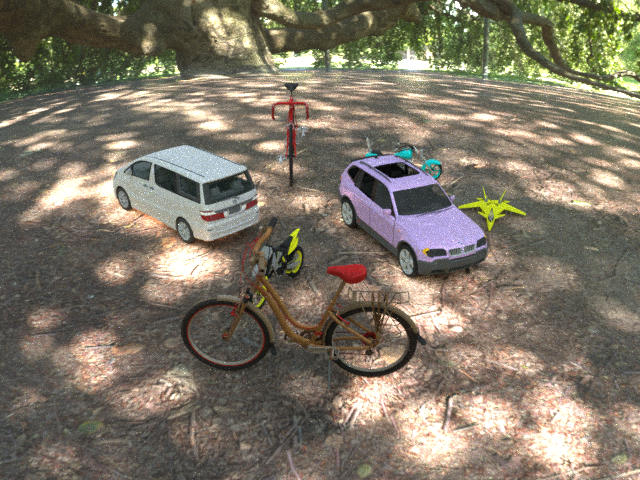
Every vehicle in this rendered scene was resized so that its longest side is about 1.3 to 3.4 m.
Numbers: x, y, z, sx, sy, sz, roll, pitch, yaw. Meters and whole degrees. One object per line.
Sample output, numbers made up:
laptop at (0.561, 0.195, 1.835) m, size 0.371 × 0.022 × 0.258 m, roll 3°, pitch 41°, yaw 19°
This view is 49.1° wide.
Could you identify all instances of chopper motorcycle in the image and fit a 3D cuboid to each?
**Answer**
chopper motorcycle at (1.601, -1.578, 13.639) m, size 1.563 × 0.761 × 0.466 m, roll 5°, pitch 27°, yaw 10°

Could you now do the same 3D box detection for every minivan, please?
minivan at (-2.370, -0.930, 11.847) m, size 3.011 × 1.197 × 1.324 m, roll 24°, pitch 35°, yaw 39°

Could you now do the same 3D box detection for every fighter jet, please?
fighter jet at (2.962, -0.526, 12.057) m, size 1.147 × 0.286 × 1.358 m, roll 7°, pitch 27°, yaw 13°

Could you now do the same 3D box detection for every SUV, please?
SUV at (1.370, -0.486, 11.033) m, size 1.276 × 1.128 × 3.058 m, roll -12°, pitch 29°, yaw -22°

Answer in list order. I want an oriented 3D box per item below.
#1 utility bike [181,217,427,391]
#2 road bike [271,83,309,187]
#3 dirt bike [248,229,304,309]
utility bike at (-0.206, 0.803, 7.647) m, size 2.791 × 1.839 × 1.039 m, roll 2°, pitch 27°, yaw 4°
road bike at (-0.565, -2.223, 13.931) m, size 0.696 × 1.656 × 3.004 m, roll -1°, pitch 26°, yaw -1°
dirt bike at (-0.586, 0.344, 9.671) m, size 0.527 × 0.857 × 1.493 m, roll 12°, pitch 29°, yaw 23°
